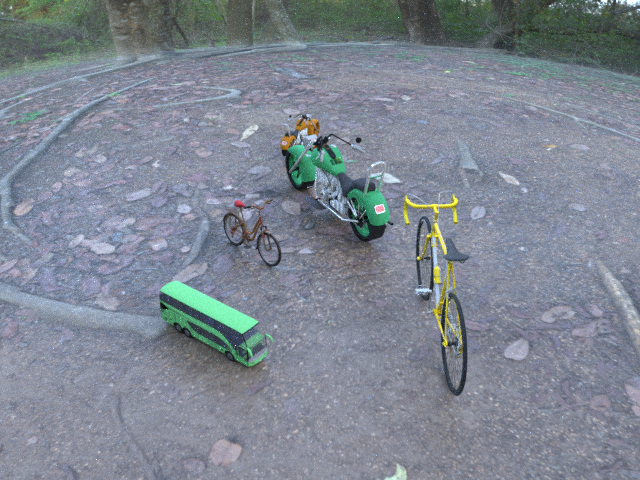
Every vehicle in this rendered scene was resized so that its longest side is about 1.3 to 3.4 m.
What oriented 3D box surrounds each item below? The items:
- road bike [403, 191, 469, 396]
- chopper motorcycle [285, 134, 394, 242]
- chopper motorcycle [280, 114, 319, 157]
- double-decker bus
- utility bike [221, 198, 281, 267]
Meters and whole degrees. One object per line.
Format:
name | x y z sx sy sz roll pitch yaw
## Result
road bike | 1.476 0.502 8.646 0.696 1.656 3.004 -1 30 -2
chopper motorcycle | 0.202 -1.100 11.554 0.906 1.480 3.040 -16 34 -25
chopper motorcycle | -0.384 -2.219 14.172 0.466 0.761 1.563 13 33 21
double-decker bus | -1.347 1.052 8.812 1.672 0.541 0.389 21 37 32
utility bike | -1.023 -0.221 10.582 0.535 0.946 1.435 -26 39 -36
